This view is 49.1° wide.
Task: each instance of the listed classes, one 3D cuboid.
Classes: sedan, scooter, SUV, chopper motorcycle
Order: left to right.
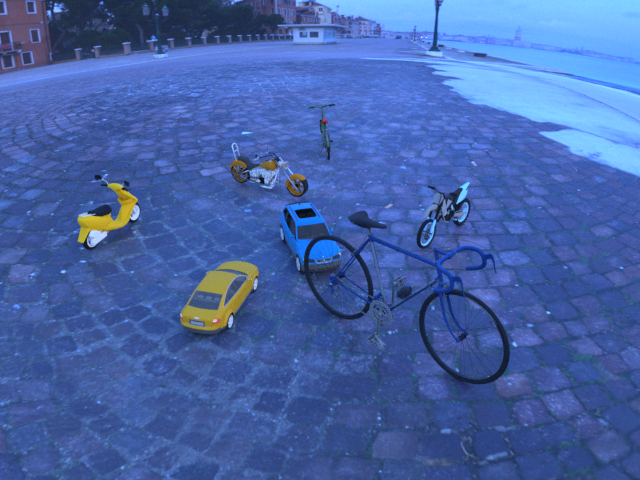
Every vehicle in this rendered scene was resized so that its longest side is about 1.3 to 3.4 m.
[{"bbox_3d":[-3.274,-0.480,10.865,0.662,0.919,1.399,12,31,22],"label":"scooter"},{"bbox_3d":[-1.290,0.661,9.217,0.635,0.483,1.613,8,29,14],"label":"sedan"},{"bbox_3d":[-0.927,-1.251,12.454,1.563,0.761,0.466,14,31,23],"label":"chopper motorcycle"},{"bbox_3d":[-0.165,-0.076,10.475,0.656,0.580,1.572,-8,30,-15],"label":"SUV"}]

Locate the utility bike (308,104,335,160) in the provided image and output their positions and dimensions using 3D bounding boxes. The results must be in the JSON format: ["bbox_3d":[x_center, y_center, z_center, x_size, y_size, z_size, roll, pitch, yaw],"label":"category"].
[{"bbox_3d":[0.051,-2.207,14.024,0.535,0.946,1.435,-3,29,-5],"label":"utility bike"}]

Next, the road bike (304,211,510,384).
[{"bbox_3d":[0.896,0.557,8.179,3.004,1.656,0.697,24,36,37],"label":"road bike"}]

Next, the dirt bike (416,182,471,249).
[{"bbox_3d":[1.956,-0.440,10.857,0.527,0.857,1.493,23,36,35],"label":"dirt bike"}]
